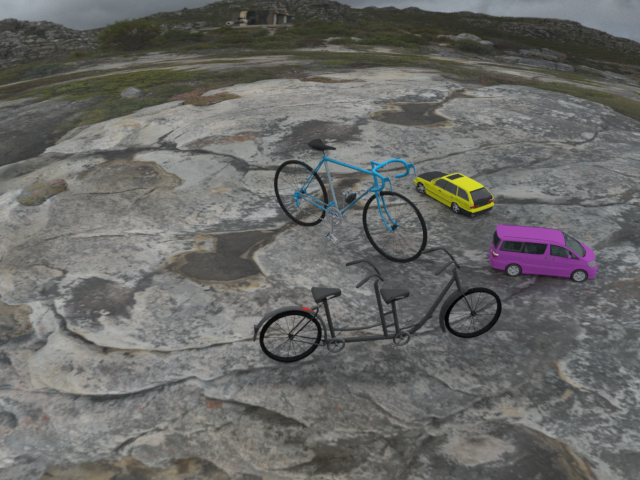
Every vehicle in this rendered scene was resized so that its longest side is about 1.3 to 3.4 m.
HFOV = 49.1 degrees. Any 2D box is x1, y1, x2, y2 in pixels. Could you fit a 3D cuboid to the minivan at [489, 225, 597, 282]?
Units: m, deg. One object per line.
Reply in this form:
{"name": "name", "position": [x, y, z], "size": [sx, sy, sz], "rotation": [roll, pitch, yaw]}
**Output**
{"name": "minivan", "position": [3.330, 0.174, 10.413], "size": [1.548, 0.616, 0.681], "rotation": [5, 30, 9]}

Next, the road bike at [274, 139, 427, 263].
{"name": "road bike", "position": [0.392, -0.691, 10.886], "size": [3.004, 1.656, 0.696], "rotation": [22, 36, 33]}

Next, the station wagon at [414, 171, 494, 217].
{"name": "station wagon", "position": [2.368, -0.931, 12.515], "size": [0.682, 0.473, 1.597], "rotation": [-18, 34, -28]}

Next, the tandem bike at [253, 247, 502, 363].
{"name": "tandem bike", "position": [0.760, 0.816, 8.552], "size": [3.192, 1.326, 0.550], "rotation": [-6, 30, -10]}
